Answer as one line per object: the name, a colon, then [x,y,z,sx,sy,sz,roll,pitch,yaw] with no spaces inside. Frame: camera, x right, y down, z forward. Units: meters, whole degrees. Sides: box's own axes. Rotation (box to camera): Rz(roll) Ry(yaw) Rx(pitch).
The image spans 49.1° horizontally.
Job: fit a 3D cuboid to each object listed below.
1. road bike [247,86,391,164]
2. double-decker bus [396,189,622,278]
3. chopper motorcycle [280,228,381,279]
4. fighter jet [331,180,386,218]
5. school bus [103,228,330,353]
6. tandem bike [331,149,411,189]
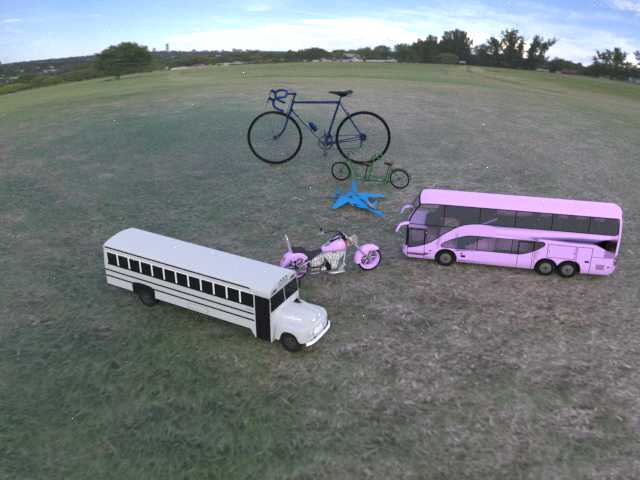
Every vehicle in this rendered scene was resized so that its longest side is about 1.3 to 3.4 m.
road bike: [-0.022,-2.358,14.555,3.004,1.656,0.697,0,26,0]
double-decker bus: [2.816,-0.128,10.668,3.251,1.052,0.756,5,26,11]
chopper motorcycle: [0.173,0.176,10.376,1.563,0.761,0.466,-8,27,-16]
fighter jet: [0.788,-0.723,12.763,1.147,0.286,1.358,-15,30,-27]
school bus: [-1.425,0.612,9.387,3.322,0.844,0.709,13,29,26]
tandem bike: [0.994,-1.398,13.696,1.642,0.682,0.283,9,27,18]
